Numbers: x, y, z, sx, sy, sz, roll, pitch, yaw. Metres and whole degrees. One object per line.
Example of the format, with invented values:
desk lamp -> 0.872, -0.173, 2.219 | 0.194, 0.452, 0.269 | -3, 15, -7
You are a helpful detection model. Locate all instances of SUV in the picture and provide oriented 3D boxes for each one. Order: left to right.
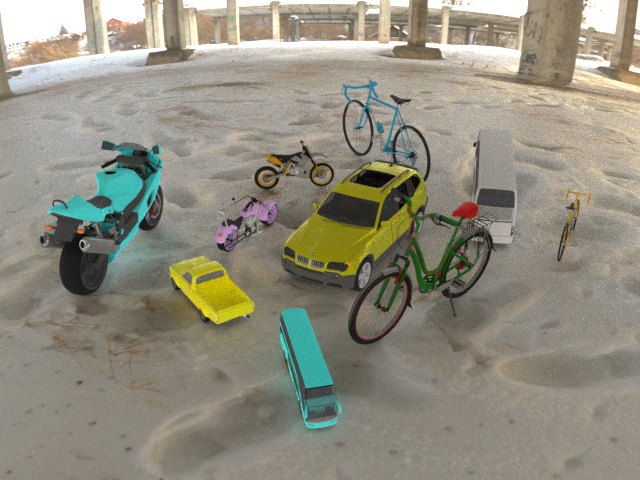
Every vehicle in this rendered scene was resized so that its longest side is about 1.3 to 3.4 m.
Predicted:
SUV -> 0.617, -0.328, 10.684 | 1.276, 1.128, 3.058 | 15, 32, 27

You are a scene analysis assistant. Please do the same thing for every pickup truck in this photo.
pickup truck -> -1.506, 0.624, 9.542 | 0.640, 0.511, 1.603 | -17, 32, -29

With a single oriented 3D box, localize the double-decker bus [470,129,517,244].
double-decker bus -> 3.000, -1.040, 12.115 | 0.756, 1.052, 3.251 | 6, 28, 11

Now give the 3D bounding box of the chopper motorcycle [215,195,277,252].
chopper motorcycle -> -1.150, -0.375, 11.166 | 0.466, 0.761, 1.563 | 15, 31, 26

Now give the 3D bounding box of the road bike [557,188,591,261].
road bike -> 3.895, -0.277, 10.884 | 0.358, 0.852, 1.545 | 14, 31, 24

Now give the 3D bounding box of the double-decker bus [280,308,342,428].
double-decker bus -> -0.151, 1.439, 7.968 | 0.389, 0.541, 1.672 | -6, 28, -11

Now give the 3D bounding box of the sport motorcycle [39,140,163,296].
sport motorcycle -> -3.047, -0.427, 10.372 | 0.983, 1.596, 2.955 | 6, 28, 11

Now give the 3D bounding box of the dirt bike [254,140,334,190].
dirt bike -> -0.476, -1.357, 12.924 | 1.493, 0.857, 0.527 | -3, 28, -6

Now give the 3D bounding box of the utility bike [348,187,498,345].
utility bike -> 1.474, 0.251, 8.827 | 2.791, 1.839, 1.039 | -22, 35, -35

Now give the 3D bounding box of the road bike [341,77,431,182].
road bike -> 1.227, -2.141, 13.553 | 0.696, 1.656, 3.004 | -15, 31, -26
